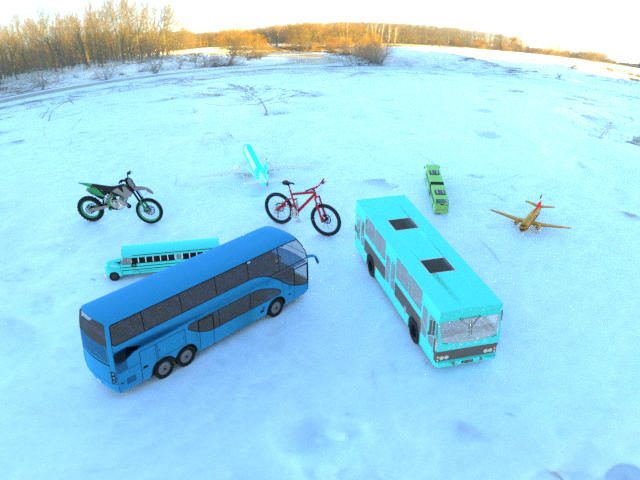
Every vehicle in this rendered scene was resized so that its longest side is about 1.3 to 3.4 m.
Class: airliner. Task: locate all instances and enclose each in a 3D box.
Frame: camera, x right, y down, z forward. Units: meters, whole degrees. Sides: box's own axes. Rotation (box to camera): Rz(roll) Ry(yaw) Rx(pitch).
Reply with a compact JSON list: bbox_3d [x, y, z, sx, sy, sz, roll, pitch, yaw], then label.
[{"bbox_3d":[-1.244,-1.609,13.558,2.257,0.835,2.541,-7,28,-13],"label":"airliner"}]

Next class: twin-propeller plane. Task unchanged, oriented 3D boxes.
[{"bbox_3d":[3.551,-0.422,11.740,1.370,0.407,1.095,16,31,28],"label":"twin-propeller plane"}]

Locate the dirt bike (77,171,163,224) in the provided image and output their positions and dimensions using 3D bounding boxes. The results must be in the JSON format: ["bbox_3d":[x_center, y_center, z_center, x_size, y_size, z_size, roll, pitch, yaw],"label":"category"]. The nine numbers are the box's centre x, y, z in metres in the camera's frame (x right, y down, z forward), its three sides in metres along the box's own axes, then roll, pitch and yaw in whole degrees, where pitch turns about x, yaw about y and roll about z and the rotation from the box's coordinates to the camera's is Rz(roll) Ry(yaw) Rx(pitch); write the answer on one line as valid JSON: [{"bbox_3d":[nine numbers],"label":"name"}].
[{"bbox_3d":[-3.382,-0.685,11.759,1.493,0.857,0.527,3,28,5],"label":"dirt bike"}]

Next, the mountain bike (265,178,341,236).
[{"bbox_3d":[-0.300,-0.566,11.517,1.469,0.868,0.573,15,31,27],"label":"mountain bike"}]

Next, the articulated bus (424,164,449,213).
[{"bbox_3d":[2.146,-0.963,12.909,0.311,0.289,1.749,1,27,2],"label":"articulated bus"}]

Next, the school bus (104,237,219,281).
[{"bbox_3d":[-2.328,0.271,10.378,1.708,0.434,0.365,-5,28,-10],"label":"school bus"}]

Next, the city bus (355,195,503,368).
[{"bbox_3d":[1.328,0.449,9.537,0.926,0.894,3.255,-7,28,-13],"label":"city bus"}]

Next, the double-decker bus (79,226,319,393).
[{"bbox_3d":[-1.398,0.739,8.809,0.756,1.052,3.251,24,36,38],"label":"double-decker bus"}]
